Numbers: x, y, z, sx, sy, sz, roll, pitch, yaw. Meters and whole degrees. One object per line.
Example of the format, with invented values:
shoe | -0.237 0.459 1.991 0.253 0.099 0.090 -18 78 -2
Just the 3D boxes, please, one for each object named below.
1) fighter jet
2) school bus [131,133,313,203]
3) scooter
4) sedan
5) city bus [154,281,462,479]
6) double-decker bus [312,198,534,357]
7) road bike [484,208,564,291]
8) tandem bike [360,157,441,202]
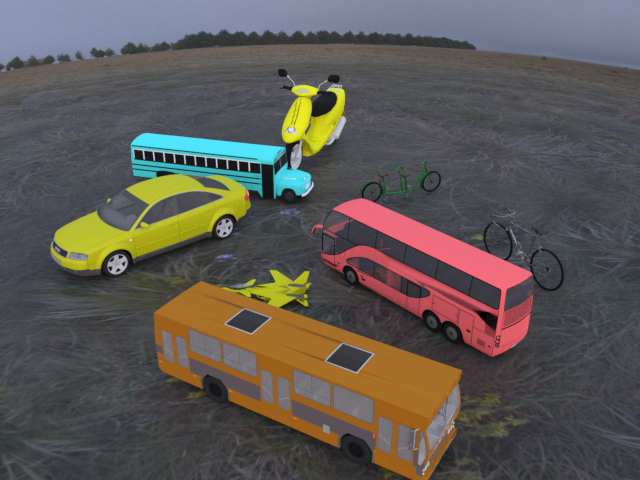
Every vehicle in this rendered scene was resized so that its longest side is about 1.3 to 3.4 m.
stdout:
fighter jet | -0.811 0.627 9.426 1.358 0.286 1.147 2 27 3
school bus | -1.756 -1.323 12.589 3.322 0.844 0.709 8 28 15
scooter | -0.098 -2.513 13.863 1.288 1.786 2.721 12 30 21
sedan | -2.519 -0.366 10.635 3.137 0.940 1.235 -22 34 -35
city bus | -0.223 1.396 7.277 3.255 0.894 0.926 16 31 27
double-decker bus | 1.219 0.358 9.113 0.756 1.052 3.251 -22 34 -35
road bike | 2.841 0.104 9.821 0.358 0.852 1.545 -15 31 -26
tandem bike | 1.428 -1.053 12.244 1.642 0.682 0.283 -12 30 -21
